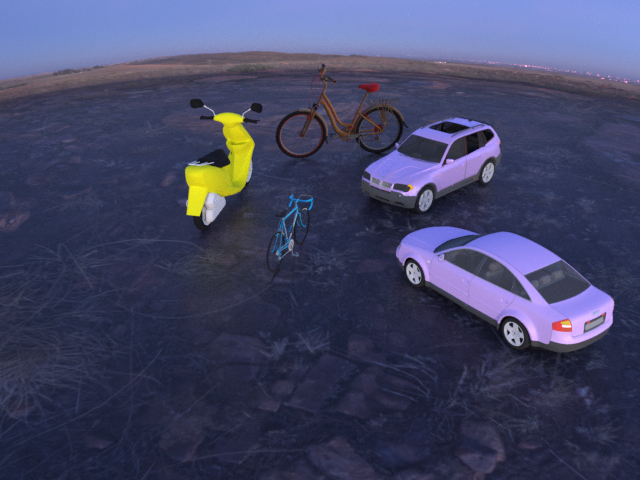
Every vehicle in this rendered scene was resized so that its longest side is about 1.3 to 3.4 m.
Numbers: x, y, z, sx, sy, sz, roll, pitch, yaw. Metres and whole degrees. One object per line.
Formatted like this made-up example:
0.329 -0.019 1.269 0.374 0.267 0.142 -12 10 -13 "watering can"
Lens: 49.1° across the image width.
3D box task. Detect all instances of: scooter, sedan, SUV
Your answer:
-1.643 -1.383 11.805 1.288 1.786 2.721 6 27 12 "scooter"
2.273 0.410 9.123 1.235 0.940 3.137 -17 31 -31 "sedan"
2.076 -1.450 12.687 3.058 1.128 1.276 -24 35 -39 "SUV"

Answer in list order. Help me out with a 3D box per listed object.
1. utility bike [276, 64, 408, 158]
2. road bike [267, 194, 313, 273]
0.495 -2.520 14.055 2.791 1.839 1.039 -5 27 -11 "utility bike"
-0.452 -0.136 10.333 0.358 0.852 1.545 10 28 19 "road bike"
